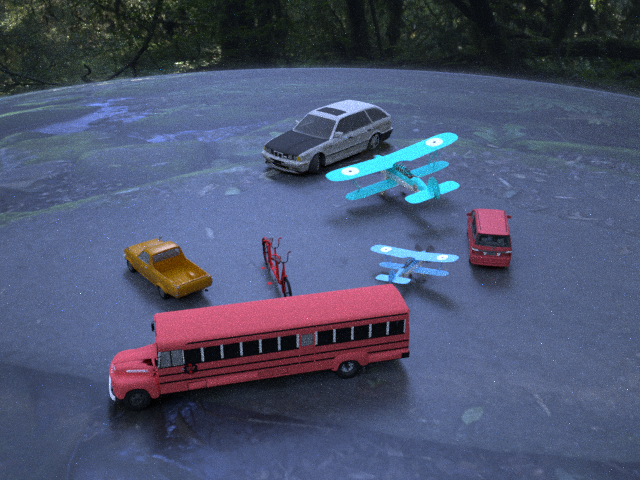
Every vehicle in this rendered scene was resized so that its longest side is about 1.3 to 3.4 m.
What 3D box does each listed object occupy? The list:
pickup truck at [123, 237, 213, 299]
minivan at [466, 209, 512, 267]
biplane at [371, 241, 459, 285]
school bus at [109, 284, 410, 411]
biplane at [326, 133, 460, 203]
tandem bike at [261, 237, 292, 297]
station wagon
[{"bbox_3d":[-2.153,0.345,9.790,0.640,0.511,1.603,-20,33,-35],"label":"pickup truck"},{"bbox_3d":[2.569,-0.138,10.639,0.681,0.616,1.548,4,27,8],"label":"minivan"},{"bbox_3d":[1.212,0.371,9.746,1.336,0.504,1.090,17,31,31],"label":"biplane"},{"bbox_3d":[-0.664,1.149,7.812,3.322,0.844,0.709,-6,27,-12],"label":"school bus"},{"bbox_3d":[1.431,-1.094,12.140,2.598,0.981,2.120,-13,29,-23],"label":"biplane"},{"bbox_3d":[-0.608,0.307,9.676,0.283,0.682,1.642,-8,28,-15],"label":"tandem bike"},{"bbox_3d":[0.188,-2.200,14.417,1.327,0.920,3.105,21,34,36],"label":"station wagon"}]
